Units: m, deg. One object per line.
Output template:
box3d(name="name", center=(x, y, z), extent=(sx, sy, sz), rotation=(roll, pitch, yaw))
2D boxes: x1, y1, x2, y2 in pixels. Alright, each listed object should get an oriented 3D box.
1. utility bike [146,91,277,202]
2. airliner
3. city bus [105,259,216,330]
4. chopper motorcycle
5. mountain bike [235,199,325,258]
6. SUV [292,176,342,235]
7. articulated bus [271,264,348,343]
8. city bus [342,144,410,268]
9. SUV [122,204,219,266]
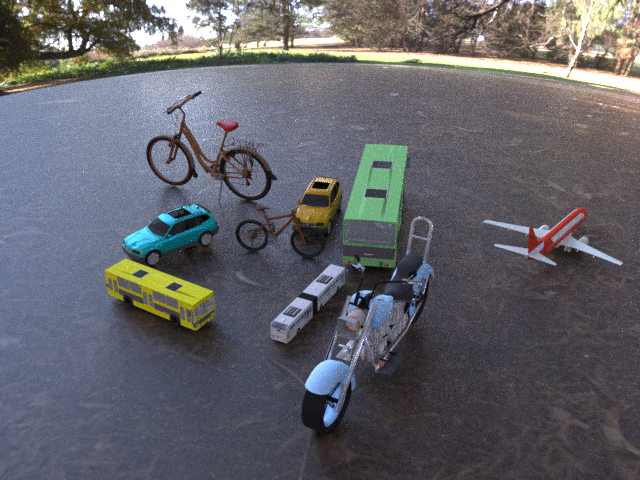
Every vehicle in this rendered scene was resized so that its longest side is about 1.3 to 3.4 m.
box3d(name="utility bike", center=(-2.091, -1.634, 12.686), extent=(2.791, 1.839, 1.039), rotation=(12, 30, 21))
box3d(name="airliner", center=(3.800, -0.247, 11.149), extent=(2.257, 0.835, 2.541), rotation=(21, 35, 34))
box3d(name="city bus", center=(-2.220, 0.754, 9.670), extent=(1.674, 0.460, 0.476), rotation=(17, 32, 28))
box3d(name="chopper motorcycle", center=(0.650, 0.913, 8.286), extent=(0.906, 1.480, 3.040), rotation=(15, 32, 26))
box3d(name="mountain bike", center=(-0.636, -0.156, 10.943), extent=(1.469, 0.868, 0.573), rotation=(7, 29, 12))
box3d(name="SUV", center=(-0.029, -0.620, 12.121), extent=(0.656, 0.580, 1.572), rotation=(6, 29, 12))
box3d(name="articulated bus", center=(-0.126, 0.847, 9.677), extent=(0.311, 0.289, 1.749), rotation=(14, 31, 24))
box3d(name="city bus", center=(0.985, -0.633, 11.810), extent=(0.926, 0.894, 3.255), rotation=(4, 28, 8))
box3d(name="SUV", center=(-2.382, -0.125, 11.191), extent=(1.572, 0.580, 0.656), rotation=(-22, 35, -36))
